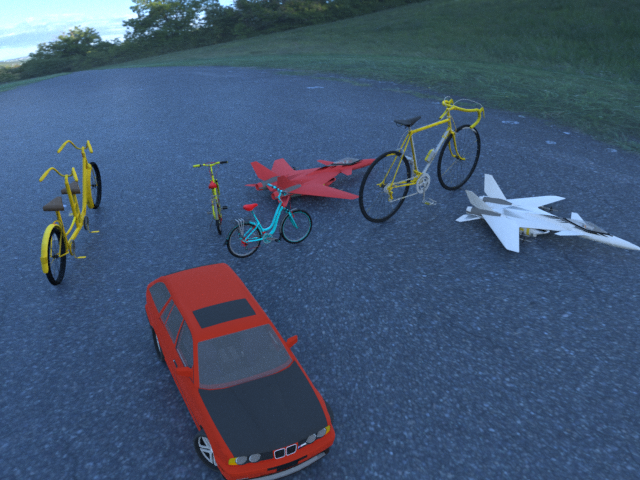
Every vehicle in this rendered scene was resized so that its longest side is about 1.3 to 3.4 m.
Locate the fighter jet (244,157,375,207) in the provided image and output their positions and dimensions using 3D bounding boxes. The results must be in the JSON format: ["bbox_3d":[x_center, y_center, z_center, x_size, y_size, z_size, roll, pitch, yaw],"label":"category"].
[{"bbox_3d":[0.078,-1.277,12.333,2.640,0.557,2.229,-20,34,-33],"label":"fighter jet"}]

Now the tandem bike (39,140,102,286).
[{"bbox_3d":[-3.584,-0.554,10.136,0.550,1.326,3.192,-2,28,-3],"label":"tandem bike"}]

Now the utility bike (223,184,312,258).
[{"bbox_3d":[-0.763,-0.292,10.046,1.435,0.946,0.535,-15,31,-26],"label":"utility bike"}]

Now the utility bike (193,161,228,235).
[{"bbox_3d":[-1.663,-0.704,10.827,0.535,0.946,1.435,-4,28,-8],"label":"utility bike"}]

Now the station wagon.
[{"bbox_3d":[-0.951,1.167,7.304,1.327,0.920,3.105,-13,30,-22],"label":"station wagon"}]

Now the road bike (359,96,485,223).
[{"bbox_3d":[1.692,-1.324,11.243,3.004,1.656,0.696,-23,36,-37],"label":"road bike"}]

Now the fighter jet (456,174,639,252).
[{"bbox_3d":[3.515,-0.347,10.568,2.640,0.557,2.229,17,32,29],"label":"fighter jet"}]
